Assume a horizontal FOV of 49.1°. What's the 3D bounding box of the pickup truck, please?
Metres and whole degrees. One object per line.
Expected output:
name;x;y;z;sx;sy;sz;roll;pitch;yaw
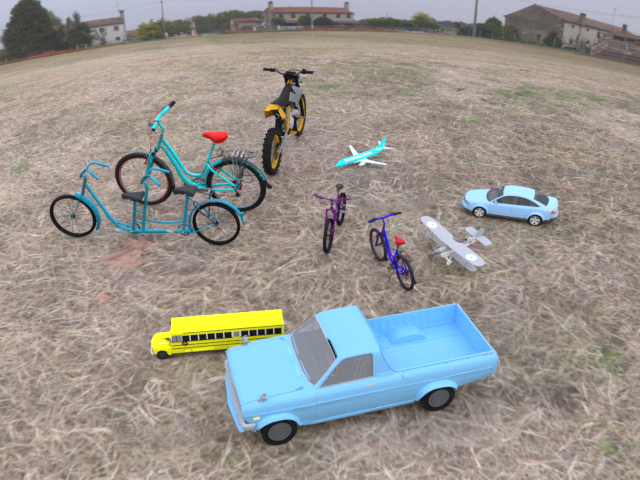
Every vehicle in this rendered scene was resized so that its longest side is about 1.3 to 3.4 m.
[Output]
pickup truck;0.459;1.375;8.119;3.117;0.993;1.244;-9;32;-14

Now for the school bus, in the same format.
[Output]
school bus;-1.308;1.197;8.964;1.708;0.434;0.365;-4;31;-7

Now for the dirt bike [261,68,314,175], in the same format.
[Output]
dirt bike;-0.697;-2.512;13.991;1.024;1.666;2.903;7;31;11

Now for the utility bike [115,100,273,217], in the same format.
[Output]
utility bike;-2.201;-1.268;11.733;2.791;1.839;1.039;4;31;7

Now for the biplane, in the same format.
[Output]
biplane;2.135;0.080;10.772;1.090;0.504;1.336;-19;36;-28

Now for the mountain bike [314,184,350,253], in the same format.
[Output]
mountain bike;0.241;-0.427;11.269;0.573;0.868;1.469;7;32;12

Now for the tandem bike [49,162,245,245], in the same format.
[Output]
tandem bike;-2.771;-0.548;11.024;3.192;1.326;0.550;3;31;5

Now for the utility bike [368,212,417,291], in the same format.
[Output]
utility bike;1.011;0.125;10.266;0.535;0.946;1.435;-12;33;-19

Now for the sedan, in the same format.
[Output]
sedan;3.268;-0.659;12.034;1.613;0.483;0.635;9;32;15

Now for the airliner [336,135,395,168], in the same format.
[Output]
airliner;0.839;-1.749;13.919;1.307;0.429;1.161;-20;36;-30
